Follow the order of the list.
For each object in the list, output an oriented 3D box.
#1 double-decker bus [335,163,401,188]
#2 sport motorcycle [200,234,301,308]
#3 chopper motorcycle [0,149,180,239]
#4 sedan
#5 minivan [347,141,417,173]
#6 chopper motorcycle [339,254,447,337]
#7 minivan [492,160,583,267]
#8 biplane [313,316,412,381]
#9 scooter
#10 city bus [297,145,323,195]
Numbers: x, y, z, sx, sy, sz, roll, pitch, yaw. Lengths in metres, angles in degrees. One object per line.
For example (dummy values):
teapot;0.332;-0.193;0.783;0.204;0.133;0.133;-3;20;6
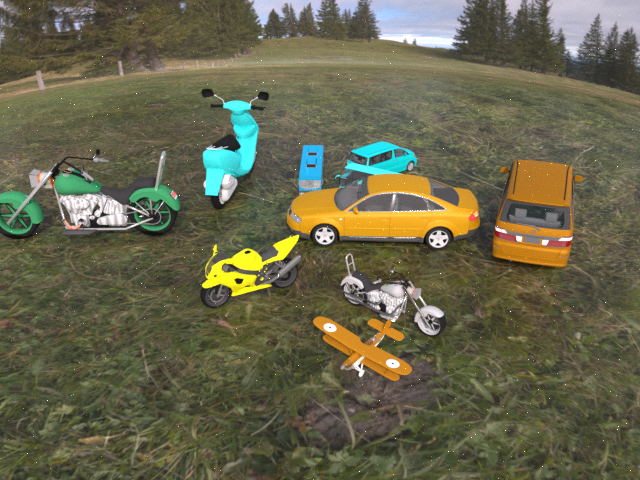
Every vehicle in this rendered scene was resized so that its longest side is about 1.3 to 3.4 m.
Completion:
double-decker bus;1.083;-1.000;12.736;1.672;0.541;0.389;16;32;28
sport motorcycle;-0.956;0.427;9.692;1.520;0.821;0.506;-15;31;-27
chopper motorcycle;-3.778;-0.719;11.181;3.040;1.480;0.906;0;28;0
sedan;1.020;-0.539;11.419;3.137;0.940;1.235;1;28;3
minivan;1.245;-1.591;13.789;1.548;0.616;0.681;-22;35;-36
chopper motorcycle;0.945;0.719;9.198;1.563;0.761;0.466;19;33;31
minivan;3.520;-0.641;11.337;1.324;1.197;3.011;9;29;16
biplane;0.578;1.291;8.377;1.336;0.504;1.090;19;33;32
scooter;-1.609;-1.799;12.922;1.288;1.786;2.721;5;28;9
city bus;-0.156;-1.322;13.442;0.476;0.460;1.674;1;28;1
